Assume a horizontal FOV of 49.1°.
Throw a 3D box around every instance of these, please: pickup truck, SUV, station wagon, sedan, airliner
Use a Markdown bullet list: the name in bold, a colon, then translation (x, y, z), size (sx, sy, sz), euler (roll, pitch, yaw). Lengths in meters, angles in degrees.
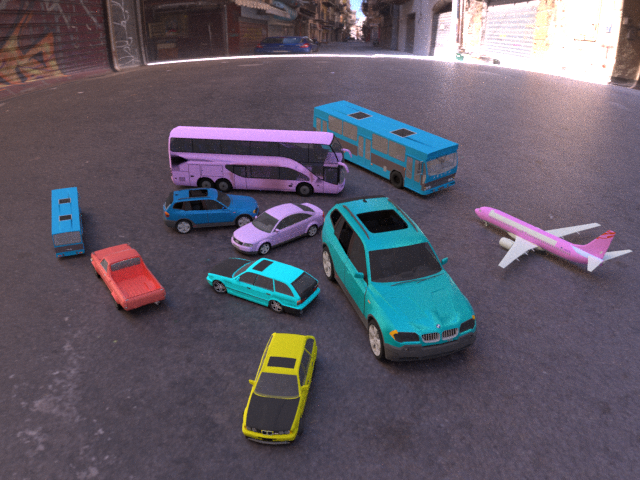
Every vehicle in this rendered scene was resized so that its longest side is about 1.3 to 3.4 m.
- **pickup truck**: translation (-2.689, 0.460, 9.717), size (0.640, 0.511, 1.603), euler (-17, 33, -28)
- **SUV**: translation (-1.782, -0.531, 11.453), size (1.572, 0.580, 0.656), euler (-5, 29, -9)
- **station wagon**: translation (-0.424, 1.559, 7.748), size (0.682, 0.473, 1.597), euler (4, 29, 7)
- **SUV**: translation (0.931, 0.379, 9.220), size (1.276, 1.128, 3.058), euler (-8, 30, -15)
- **sedan**: translation (-0.653, -0.237, 11.017), size (1.613, 0.483, 0.635), euler (-21, 35, -34)
- **station wagon**: translation (-0.806, 0.537, 9.613), size (1.597, 0.473, 0.682), euler (15, 32, 26)
- **airliner**: translation (3.314, -0.211, 10.603), size (2.257, 0.835, 2.541), euler (-19, 34, -31)

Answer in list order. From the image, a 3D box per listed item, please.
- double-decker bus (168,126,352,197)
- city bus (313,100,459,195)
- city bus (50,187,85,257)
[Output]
- **double-decker bus**: translation (-1.072, -1.428, 12.600), size (3.251, 1.052, 0.756), euler (3, 29, 6)
- **city bus**: translation (1.158, -1.798, 13.440), size (0.926, 0.894, 3.255), euler (-20, 35, -32)
- **city bus**: translation (-4.015, -0.288, 11.134), size (0.476, 0.460, 1.674), euler (-9, 30, -16)
